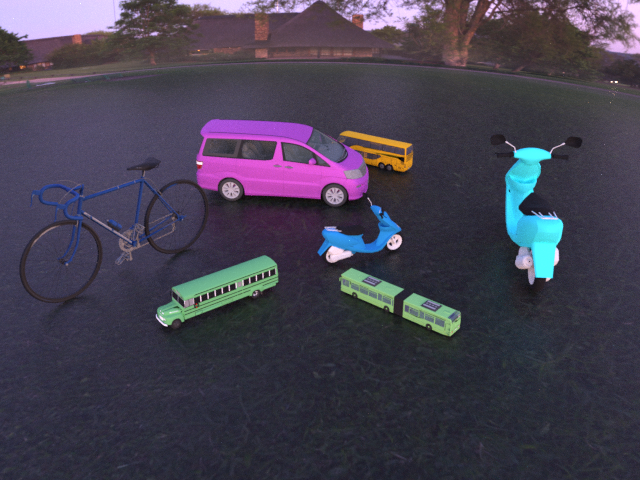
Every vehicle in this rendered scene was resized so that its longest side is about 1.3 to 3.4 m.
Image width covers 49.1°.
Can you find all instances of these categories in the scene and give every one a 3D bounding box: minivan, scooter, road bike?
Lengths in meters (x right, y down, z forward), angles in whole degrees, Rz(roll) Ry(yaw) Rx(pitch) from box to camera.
[{"bbox_3d":[-0.641,-1.413,12.384,3.011,1.197,1.324,4,28,7],"label":"minivan"},{"bbox_3d":[3.059,-0.552,10.119,1.288,1.786,2.721,3,28,5],"label":"scooter"},{"bbox_3d":[-2.747,-0.246,9.679,0.697,1.656,3.004,24,36,37],"label":"road bike"},{"bbox_3d":[0.625,-0.140,10.268,1.399,0.919,0.662,-11,30,-20],"label":"scooter"}]

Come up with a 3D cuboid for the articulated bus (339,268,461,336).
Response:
[{"bbox_3d":[1.013,0.793,9.173,1.749,0.289,0.311,21,34,34],"label":"articulated bus"}]

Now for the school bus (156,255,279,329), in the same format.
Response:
[{"bbox_3d":[-1.347,0.672,9.246,1.708,0.434,0.365,-19,33,-32],"label":"school bus"}]

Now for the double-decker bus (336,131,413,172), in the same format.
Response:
[{"bbox_3d":[1.014,-1.750,13.728,1.672,0.541,0.389,17,32,29],"label":"double-decker bus"}]
